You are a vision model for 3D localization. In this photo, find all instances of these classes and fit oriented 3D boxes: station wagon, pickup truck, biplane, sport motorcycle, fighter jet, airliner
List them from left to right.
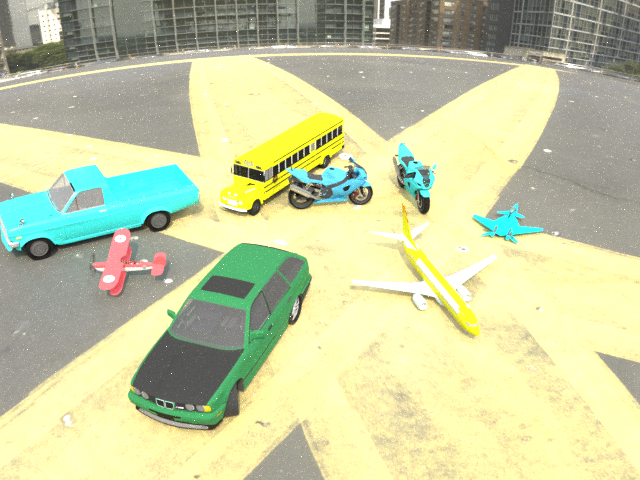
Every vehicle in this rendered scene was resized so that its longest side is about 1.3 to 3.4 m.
[{"bbox_3d":[-3.570,-0.639,11.356,3.117,0.993,1.244,-15,33,-25],"label":"pickup truck"},{"bbox_3d":[-2.765,0.376,10.086,1.090,0.504,1.336,-1,30,-2],"label":"biplane"},{"bbox_3d":[-1.135,0.981,8.619,1.327,0.920,3.105,10,31,17],"label":"station wagon"},{"bbox_3d":[0.172,-0.944,12.058,1.520,0.821,0.506,-4,30,-7],"label":"sport motorcycle"},{"bbox_3d":[1.649,-1.097,12.324,0.506,0.821,1.520,-6,31,-11],"label":"sport motorcycle"},{"bbox_3d":[1.609,0.387,9.735,2.257,0.835,2.541,-9,31,-15],"label":"airliner"},{"bbox_3d":[3.152,-0.400,11.649,1.147,0.286,1.358,14,33,22],"label":"fighter jet"}]

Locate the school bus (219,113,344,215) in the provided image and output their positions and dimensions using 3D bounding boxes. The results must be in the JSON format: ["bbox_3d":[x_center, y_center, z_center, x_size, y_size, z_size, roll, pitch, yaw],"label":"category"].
[{"bbox_3d":[-0.649,-1.462,12.934,0.709,0.844,3.322,17,34,27],"label":"school bus"}]
